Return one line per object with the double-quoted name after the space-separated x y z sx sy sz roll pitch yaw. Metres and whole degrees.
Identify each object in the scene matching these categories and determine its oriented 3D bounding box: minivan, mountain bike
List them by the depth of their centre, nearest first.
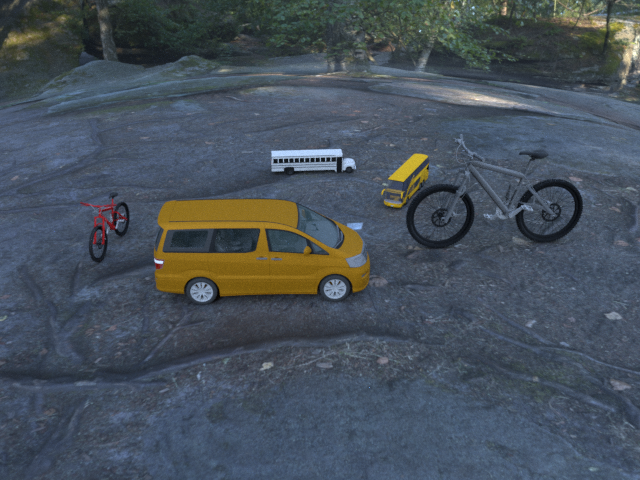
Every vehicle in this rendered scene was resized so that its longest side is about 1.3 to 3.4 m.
-0.792 0.097 9.883 3.011 1.197 1.324 -1 27 -2 "minivan"
2.758 -0.682 10.891 2.857 1.688 1.114 -3 27 -6 "mountain bike"
-3.319 -0.282 11.007 0.573 0.868 1.469 3 27 7 "mountain bike"

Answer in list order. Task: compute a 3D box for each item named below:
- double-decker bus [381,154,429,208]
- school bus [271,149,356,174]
1.618 -1.099 13.003 0.389 0.541 1.672 12 29 23 "double-decker bus"
-0.134 -1.581 14.085 1.708 0.434 0.365 -2 27 -4 "school bus"
